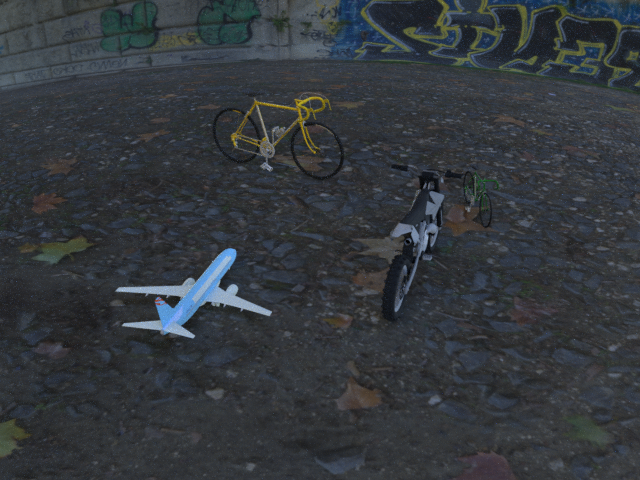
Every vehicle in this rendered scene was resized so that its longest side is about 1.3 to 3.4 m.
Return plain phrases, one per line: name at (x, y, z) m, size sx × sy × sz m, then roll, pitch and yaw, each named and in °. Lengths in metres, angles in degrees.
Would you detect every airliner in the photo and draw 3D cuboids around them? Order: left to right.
airliner at (-1.660, 0.535, 9.650) m, size 2.257 × 0.835 × 2.541 m, roll 7°, pitch 29°, yaw 14°

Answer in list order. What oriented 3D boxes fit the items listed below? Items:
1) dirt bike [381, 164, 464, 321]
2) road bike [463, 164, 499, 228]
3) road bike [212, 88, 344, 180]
dirt bike at (1.391, -0.138, 10.020) m, size 1.024 × 1.666 × 2.903 m, roll 11°, pitch 30°, yaw 19°
road bike at (2.739, -0.838, 12.165) m, size 0.358 × 0.852 × 1.545 m, roll -3°, pitch 29°, yaw -6°
road bike at (-0.879, -2.129, 13.701) m, size 3.004 × 1.656 × 0.697 m, roll 14°, pitch 31°, yaw 24°
